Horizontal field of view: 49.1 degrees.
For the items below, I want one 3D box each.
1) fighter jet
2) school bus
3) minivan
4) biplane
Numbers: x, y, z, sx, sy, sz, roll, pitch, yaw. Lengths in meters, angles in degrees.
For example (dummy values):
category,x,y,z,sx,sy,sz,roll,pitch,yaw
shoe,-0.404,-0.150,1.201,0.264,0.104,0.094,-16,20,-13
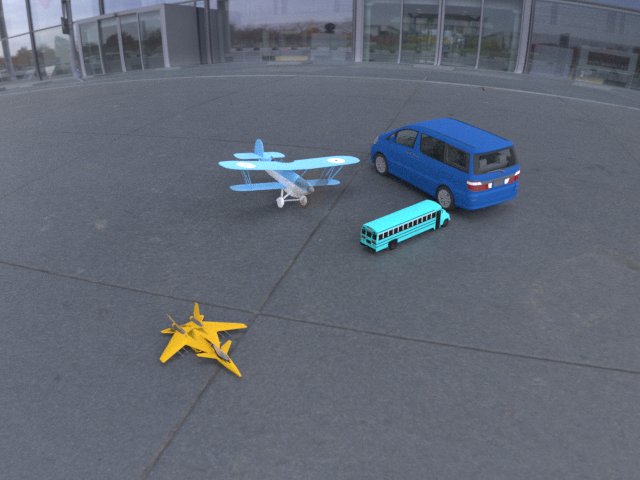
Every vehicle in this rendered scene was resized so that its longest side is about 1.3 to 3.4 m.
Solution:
category,x,y,z,sx,sy,sz,roll,pitch,yaw
fighter jet,-1.303,1.196,8.230,1.147,0.286,1.358,-20,34,-34
school bus,1.364,-0.248,10.839,1.708,0.434,0.365,-21,34,-35
minivan,2.115,-1.503,12.419,1.324,1.197,3.011,-16,31,-27
biplane,-0.619,-1.179,12.032,2.598,0.981,2.120,-16,31,-27
